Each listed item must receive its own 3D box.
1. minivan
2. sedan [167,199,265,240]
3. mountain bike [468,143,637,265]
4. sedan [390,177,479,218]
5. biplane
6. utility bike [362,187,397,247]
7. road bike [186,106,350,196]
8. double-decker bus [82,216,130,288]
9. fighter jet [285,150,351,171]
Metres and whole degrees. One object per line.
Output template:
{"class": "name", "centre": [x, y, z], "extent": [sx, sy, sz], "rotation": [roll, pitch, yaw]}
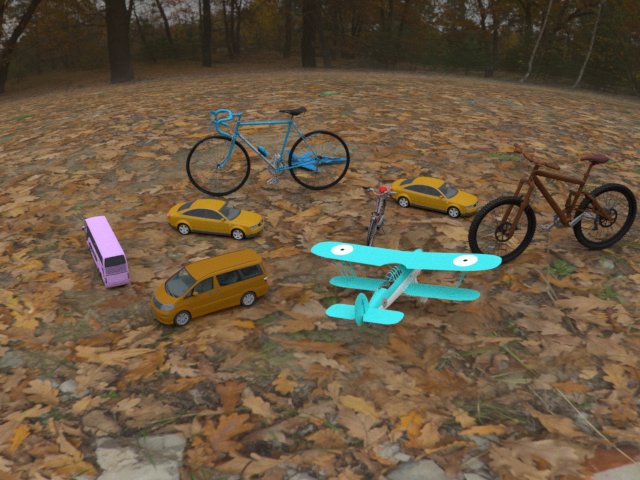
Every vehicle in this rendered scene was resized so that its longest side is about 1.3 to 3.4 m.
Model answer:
{"class": "minivan", "centre": [-1.473, 0.608, 9.299], "extent": [1.548, 0.616, 0.681], "rotation": [-15, 30, -28]}
{"class": "sedan", "centre": [-1.706, -0.379, 11.480], "extent": [1.613, 0.483, 0.635], "rotation": [6, 27, 12]}
{"class": "mountain bike", "centre": [3.525, -0.516, 10.385], "extent": [2.857, 1.688, 1.114], "rotation": [-8, 27, -15]}
{"class": "sedan", "centre": [2.017, -0.808, 12.363], "extent": [1.613, 0.483, 0.635], "rotation": [14, 29, 26]}
{"class": "biplane", "centre": [0.892, 0.562, 8.975], "extent": [2.598, 0.981, 2.120], "rotation": [14, 29, 26]}
{"class": "utility bike", "centre": [0.954, -0.443, 11.083], "extent": [0.535, 0.946, 1.435], "rotation": [6, 27, 13]}
{"class": "road bike", "centre": [-0.925, -1.623, 12.699], "extent": [3.004, 1.656, 0.697], "rotation": [-4, 26, -9]}
{"class": "double-decker bus", "centre": [-3.179, 0.134, 10.359], "extent": [0.389, 0.541, 1.672], "rotation": [-12, 28, -23]}
{"class": "fighter jet", "centre": [-0.011, -1.689, 14.400], "extent": [1.358, 0.286, 1.147], "rotation": [-4, 26, -9]}
